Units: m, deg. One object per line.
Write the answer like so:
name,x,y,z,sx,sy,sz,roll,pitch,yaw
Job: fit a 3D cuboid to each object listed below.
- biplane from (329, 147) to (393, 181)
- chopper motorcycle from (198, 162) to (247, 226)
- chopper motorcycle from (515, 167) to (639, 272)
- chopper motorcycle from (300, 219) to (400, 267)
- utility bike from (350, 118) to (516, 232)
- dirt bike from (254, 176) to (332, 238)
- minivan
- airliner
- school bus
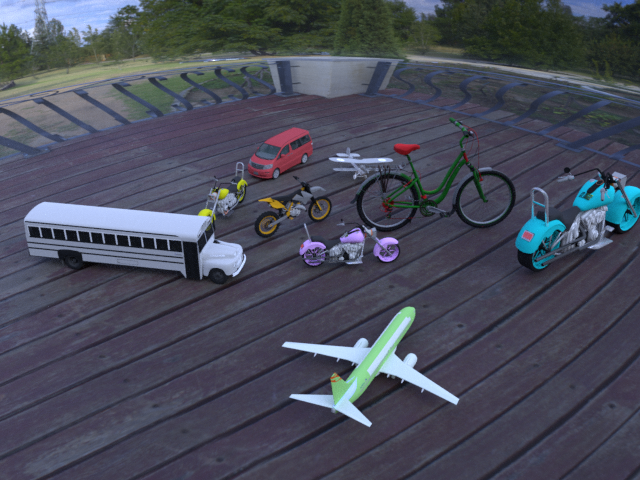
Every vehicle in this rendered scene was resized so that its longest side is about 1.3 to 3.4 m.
biplane,0.743,-1.503,13.732,1.336,0.504,1.090,-11,31,-18
chopper motorcycle,-1.689,-0.739,12.105,0.466,0.761,1.563,11,31,19
chopper motorcycle,4.172,-0.476,10.898,3.040,1.480,0.906,-20,35,-31
chopper motorcycle,0.466,0.045,10.705,1.563,0.761,0.466,-4,30,-8
utility bike,1.879,-1.046,11.550,2.791,1.839,1.039,-2,29,-3
dirt bike,-0.437,-0.565,11.695,1.493,0.857,0.527,-17,33,-28
minivan,-0.796,-1.744,14.050,0.681,0.616,1.548,19,34,30
airliner,0.680,1.273,8.435,2.257,0.835,2.541,14,32,24
school bus,-2.792,0.016,10.671,3.322,0.844,0.709,5,30,9
